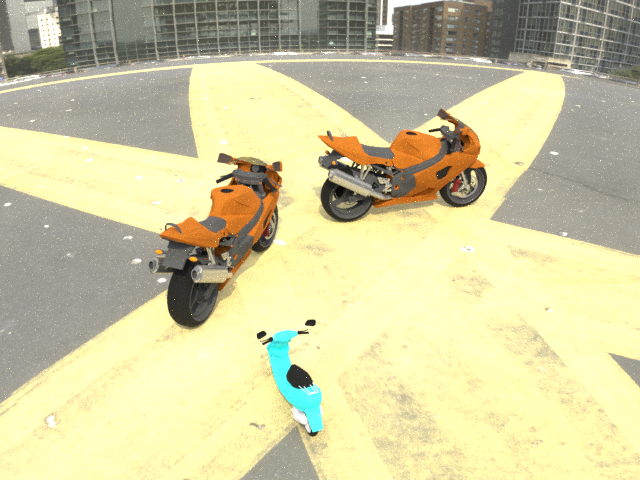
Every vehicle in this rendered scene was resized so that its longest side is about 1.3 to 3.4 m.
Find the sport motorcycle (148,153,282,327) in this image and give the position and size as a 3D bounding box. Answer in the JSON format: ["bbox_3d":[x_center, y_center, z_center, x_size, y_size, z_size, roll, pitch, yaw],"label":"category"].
[{"bbox_3d":[-1.233,-0.099,9.372,0.983,1.596,2.955,10,30,18],"label":"sport motorcycle"}]

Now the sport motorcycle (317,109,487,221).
[{"bbox_3d":[1.382,-1.153,11.313,2.955,1.596,0.983,-7,29,-13],"label":"sport motorcycle"}]

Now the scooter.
[{"bbox_3d":[-0.288,1.367,7.380,0.662,0.919,1.399,-11,30,-20],"label":"scooter"}]
